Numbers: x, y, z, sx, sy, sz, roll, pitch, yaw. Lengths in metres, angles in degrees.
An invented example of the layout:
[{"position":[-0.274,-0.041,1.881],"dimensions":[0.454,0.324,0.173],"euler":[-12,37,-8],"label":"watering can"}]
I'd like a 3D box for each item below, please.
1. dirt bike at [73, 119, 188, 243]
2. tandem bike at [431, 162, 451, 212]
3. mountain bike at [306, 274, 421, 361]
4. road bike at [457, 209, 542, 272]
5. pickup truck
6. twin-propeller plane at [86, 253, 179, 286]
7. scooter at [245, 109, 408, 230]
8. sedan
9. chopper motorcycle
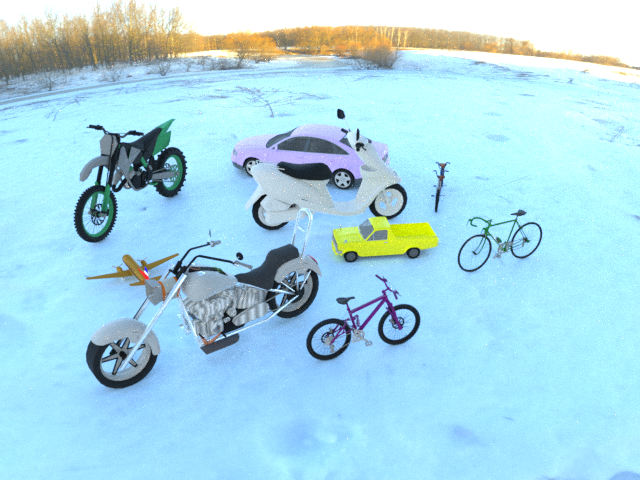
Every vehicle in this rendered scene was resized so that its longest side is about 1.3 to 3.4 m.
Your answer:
[{"position":[-3.069,-1.139,11.546],"dimensions":[1.024,1.666,2.903],"euler":[11,29,21],"label":"dirt bike"},{"position":[2.153,-1.066,12.497],"dimensions":[0.283,0.682,1.642],"euler":[6,27,12],"label":"tandem bike"},{"position":[0.534,0.958,8.262],"dimensions":[1.469,0.868,0.573],"euler":[-9,28,-18],"label":"mountain bike"},{"position":[2.657,-0.014,10.216],"dimensions":[1.545,0.852,0.358],"euler":[-12,29,-23],"label":"road bike"},{"position":[0.980,-0.054,10.674],"dimensions":[1.603,0.511,0.640],"euler":[-3,27,-7],"label":"pickup truck"},{"position":[-2.607,0.381,9.924],"dimensions":[1.370,0.407,1.095],"euler":[-16,31,-29],"label":"twin-propeller plane"},{"position":[0.134,-1.059,11.255],"dimensions":[2.721,1.786,1.288],"euler":[-5,27,-11],"label":"scooter"},{"position":[-0.223,-1.722,13.515],"dimensions":[3.137,0.940,1.235],"euler":[9,28,17],"label":"sedan"},{"position":[-1.270,0.634,8.225],"dimensions":[3.040,1.480,0.906],"euler":[-18,32,-32],"label":"chopper motorcycle"}]
